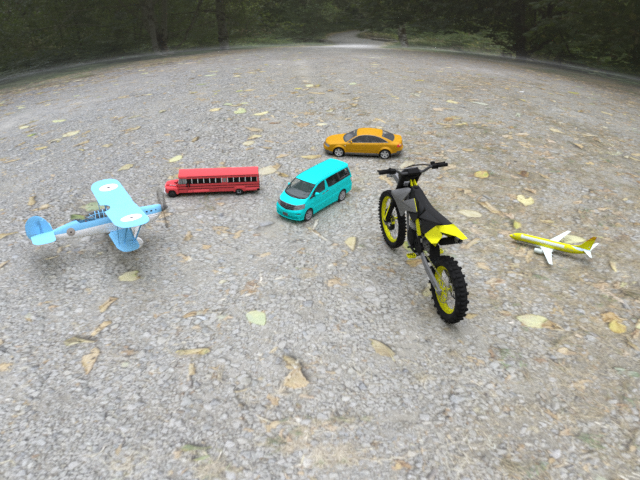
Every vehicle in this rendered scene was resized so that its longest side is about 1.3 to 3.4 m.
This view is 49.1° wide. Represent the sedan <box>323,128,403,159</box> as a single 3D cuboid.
[{"bbox_3d":[0.876,-1.995,14.169,1.613,0.483,0.635,3,30,5],"label":"sedan"}]

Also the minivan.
[{"bbox_3d":[-0.097,-0.877,12.114,0.681,0.616,1.548,22,37,33],"label":"minivan"}]

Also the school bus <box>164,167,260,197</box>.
[{"bbox_3d":[-1.945,-1.056,12.602,1.708,0.434,0.365,-2,30,-4],"label":"school bus"}]

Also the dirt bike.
[{"bbox_3d":[1.385,-0.159,9.833,1.024,1.666,2.903,-8,31,-14],"label":"dirt bike"}]

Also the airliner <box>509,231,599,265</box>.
[{"bbox_3d":[3.581,-0.012,10.811,1.307,0.429,1.161,16,34,26],"label":"airliner"}]

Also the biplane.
[{"bbox_3d":[-3.372,-0.283,10.727,2.120,0.981,2.598,-14,33,-23],"label":"biplane"}]
